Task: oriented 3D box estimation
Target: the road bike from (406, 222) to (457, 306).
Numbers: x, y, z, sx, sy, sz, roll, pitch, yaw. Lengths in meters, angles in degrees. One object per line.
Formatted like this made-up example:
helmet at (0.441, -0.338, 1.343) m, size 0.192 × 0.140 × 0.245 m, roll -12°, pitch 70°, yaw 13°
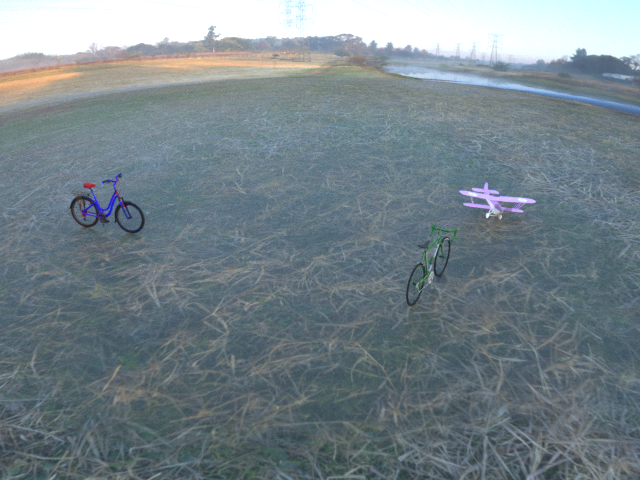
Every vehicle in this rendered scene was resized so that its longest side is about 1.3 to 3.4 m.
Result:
road bike at (1.523, 0.305, 9.671) m, size 0.358 × 0.852 × 1.545 m, roll 14°, pitch 29°, yaw 27°

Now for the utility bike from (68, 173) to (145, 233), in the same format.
utility bike at (-3.518, -0.626, 11.511) m, size 1.435 × 0.946 × 0.535 m, roll 7°, pitch 26°, yaw 15°

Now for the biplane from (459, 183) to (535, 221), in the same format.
biplane at (3.013, -0.679, 12.134) m, size 1.336 × 0.504 × 1.090 m, roll -2°, pitch 26°, yaw -4°
